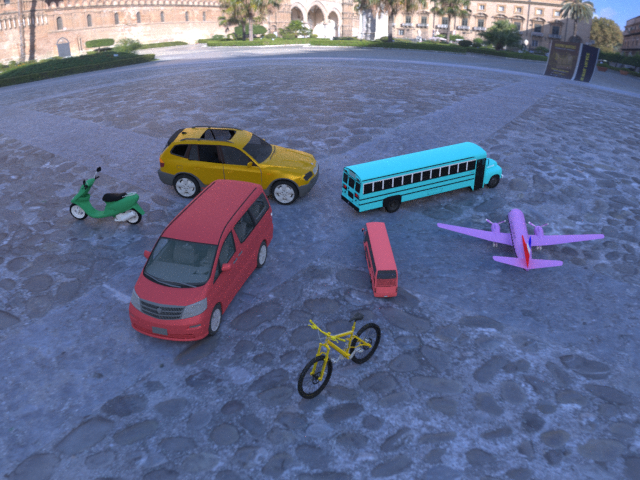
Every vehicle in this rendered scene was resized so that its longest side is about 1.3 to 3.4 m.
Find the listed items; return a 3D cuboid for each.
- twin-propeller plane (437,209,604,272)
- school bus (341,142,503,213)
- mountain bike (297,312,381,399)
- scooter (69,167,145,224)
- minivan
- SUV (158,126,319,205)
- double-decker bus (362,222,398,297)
[{"bbox_3d":[3.231,-0.117,11.247,2.663,0.792,2.129,4,29,7],"label":"twin-propeller plane"},{"bbox_3d":[2.011,-1.212,13.152,3.322,0.844,0.709,-14,32,-23],"label":"school bus"},{"bbox_3d":[0.260,1.341,8.562,0.573,0.868,1.469,25,38,38],"label":"mountain bike"},{"bbox_3d":[-3.757,-0.724,12.204,1.399,0.919,0.662,5,30,8],"label":"scooter"},{"bbox_3d":[-1.669,0.212,10.243,1.324,1.197,3.011,8,30,14],"label":"minivan"},{"bbox_3d":[-1.550,-1.489,13.357,3.058,1.128,1.276,4,29,7],"label":"SUV"},{"bbox_3d":[0.919,0.257,10.835,0.389,0.541,1.672,-1,29,-2],"label":"double-decker bus"}]
